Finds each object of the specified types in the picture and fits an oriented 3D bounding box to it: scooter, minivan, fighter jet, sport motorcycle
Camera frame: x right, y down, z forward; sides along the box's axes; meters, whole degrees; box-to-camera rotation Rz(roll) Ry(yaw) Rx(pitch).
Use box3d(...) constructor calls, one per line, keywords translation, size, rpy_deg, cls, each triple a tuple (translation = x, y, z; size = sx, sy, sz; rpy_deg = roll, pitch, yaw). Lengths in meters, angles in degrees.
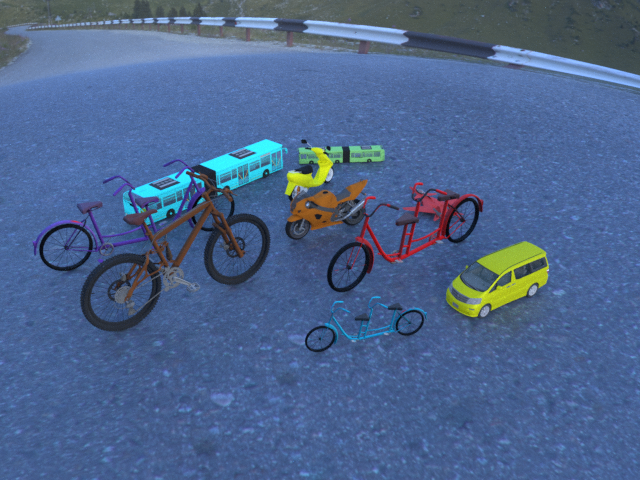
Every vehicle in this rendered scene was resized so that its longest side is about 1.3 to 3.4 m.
box3d(translation=(-0.166, -1.284, 12.701), size=(0.662, 0.919, 1.399), rpy_deg=(20, 35, 31), cls="scooter")
box3d(translation=(2.478, 0.535, 9.754), size=(1.548, 0.616, 0.681), rpy_deg=(-18, 34, -29), cls="minivan")
box3d(translation=(1.932, -0.761, 12.413), size=(1.147, 0.286, 1.358), rpy_deg=(-12, 31, -21), cls="fighter jet")
box3d(translation=(0.116, -0.506, 11.407), size=(1.520, 0.821, 0.506), rpy_deg=(-15, 33, -25), cls="sport motorcycle")

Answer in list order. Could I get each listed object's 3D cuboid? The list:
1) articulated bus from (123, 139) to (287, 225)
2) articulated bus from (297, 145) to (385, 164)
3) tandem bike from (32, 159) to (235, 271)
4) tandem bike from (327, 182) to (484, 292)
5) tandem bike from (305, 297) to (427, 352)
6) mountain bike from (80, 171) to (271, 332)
box3d(translation=(-1.992, -1.100, 12.738), size=(0.605, 0.561, 3.401), rpy_deg=(24, 37, 36), cls="articulated bus")
box3d(translation=(0.421, -1.724, 14.136), size=(1.749, 0.289, 0.311), rpy_deg=(-2, 29, -4), cls="articulated bus")
box3d(translation=(-2.778, -0.419, 10.735), size=(3.192, 1.326, 0.550), rpy_deg=(-17, 33, -27), cls="tandem bike")
box3d(translation=(1.363, -0.209, 10.359), size=(3.192, 1.326, 0.550), rpy_deg=(-21, 35, -32), cls="tandem bike")
box3d(translation=(0.599, 1.027, 8.806), size=(1.642, 0.682, 0.283), rpy_deg=(-8, 30, -15), cls="tandem bike")
box3d(translation=(-1.855, 0.147, 9.349), size=(2.857, 1.688, 1.114), rpy_deg=(-22, 36, -33), cls="mountain bike")
